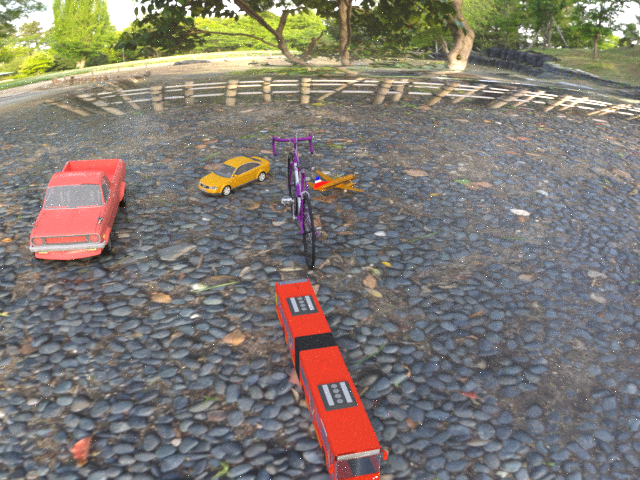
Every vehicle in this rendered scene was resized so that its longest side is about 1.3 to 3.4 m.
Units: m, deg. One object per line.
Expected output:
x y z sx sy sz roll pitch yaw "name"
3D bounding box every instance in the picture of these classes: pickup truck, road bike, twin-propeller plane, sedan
-4.093 -0.700 12.056 1.244 0.993 3.117 -3 28 -6 "pickup truck"
-0.331 -0.765 11.472 0.697 1.656 3.004 -4 28 -8 "road bike"
0.300 -1.149 13.524 1.095 0.407 1.370 -22 35 -35 "twin-propeller plane"
-1.676 -1.312 13.750 0.635 0.483 1.613 23 35 36 "sedan"

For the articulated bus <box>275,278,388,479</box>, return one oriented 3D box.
-0.007 1.525 8.332 0.605 0.561 3.401 -6 29 -12 "articulated bus"
